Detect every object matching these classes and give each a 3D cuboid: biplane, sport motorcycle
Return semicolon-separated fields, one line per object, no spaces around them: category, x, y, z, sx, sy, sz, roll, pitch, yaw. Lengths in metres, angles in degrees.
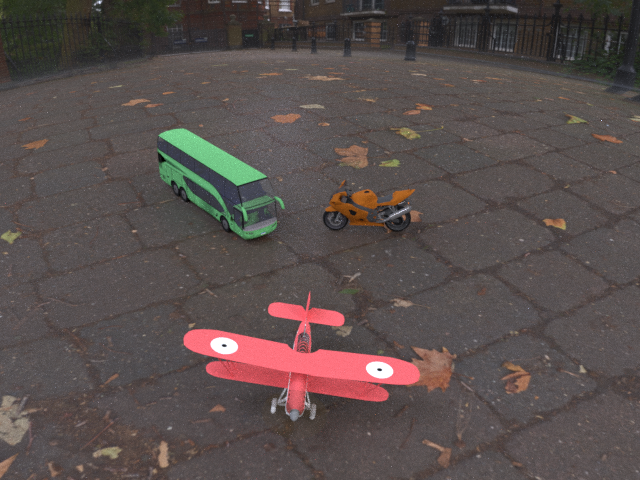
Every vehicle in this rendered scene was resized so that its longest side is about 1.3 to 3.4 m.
biplane;-0.176;1.372;8.125;2.598;0.981;2.120;1;29;3
sport motorcycle;0.807;-0.528;11.719;1.520;0.821;0.506;1;29;2

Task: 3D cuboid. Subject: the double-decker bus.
double-decker bus;-1.863;-1.023;12.375;0.756;1.052;3.251;-20;35;-32
